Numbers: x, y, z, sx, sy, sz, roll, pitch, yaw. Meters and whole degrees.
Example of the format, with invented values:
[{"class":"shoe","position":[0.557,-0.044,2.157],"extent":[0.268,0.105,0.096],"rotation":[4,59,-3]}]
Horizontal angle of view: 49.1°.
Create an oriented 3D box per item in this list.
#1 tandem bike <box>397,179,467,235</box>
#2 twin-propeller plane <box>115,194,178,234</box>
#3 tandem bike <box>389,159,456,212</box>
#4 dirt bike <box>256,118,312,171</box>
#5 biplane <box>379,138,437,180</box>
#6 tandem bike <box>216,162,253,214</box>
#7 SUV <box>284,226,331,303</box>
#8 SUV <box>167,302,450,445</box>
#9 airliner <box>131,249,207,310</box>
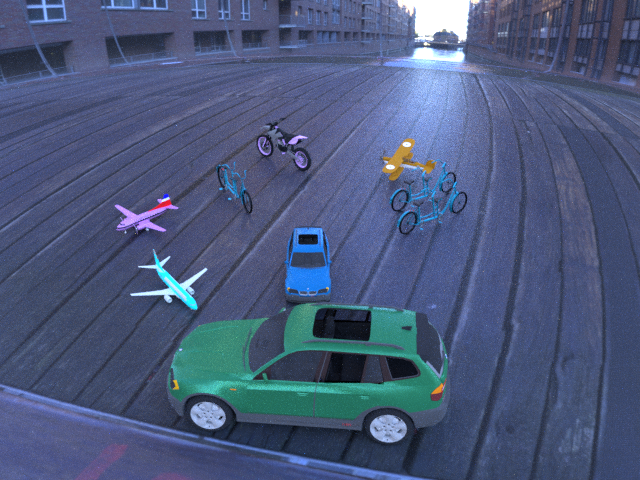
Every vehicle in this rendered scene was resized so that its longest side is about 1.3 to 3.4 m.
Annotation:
[{"class":"tandem bike","position":[1.872,-0.570,11.481],"extent":[1.642,0.682,0.283],"rotation":[-21,35,-33]},{"class":"twin-propeller plane","position":[-2.887,-0.426,11.504],"extent":[1.370,0.407,1.095],"rotation":[24,37,36]},{"class":"tandem bike","position":[1.822,-0.971,12.210],"extent":[1.642,0.682,0.283],"rotation":[-21,35,-33]},{"class":"dirt bike","position":[-0.734,-1.893,13.700],"extent":[1.493,0.857,0.527],"rotation":[24,37,36]},{"class":"biplane","position":[1.643,-1.441,13.245],"extent":[1.090,0.504,1.336],"rotation":[13,31,22]},{"class":"tandem bike","position":[-1.523,-1.027,12.311],"extent":[0.283,0.682,1.642],"rotation":[-14,32,-24]},{"class":"SUV","position":[-0.169,0.320,9.972],"extent":[0.656,0.580,1.572],"rotation":[0,29,-1]},{"class":"SUV","position":[-0.122,1.319,7.593],"extent":[3.058,1.128,1.276],"rotation":[3,29,5]},{"class":"airliner","position":[-2.025,0.557,9.700],"extent":[1.161,0.429,1.307],"rotation":[-19,34,-31]}]
